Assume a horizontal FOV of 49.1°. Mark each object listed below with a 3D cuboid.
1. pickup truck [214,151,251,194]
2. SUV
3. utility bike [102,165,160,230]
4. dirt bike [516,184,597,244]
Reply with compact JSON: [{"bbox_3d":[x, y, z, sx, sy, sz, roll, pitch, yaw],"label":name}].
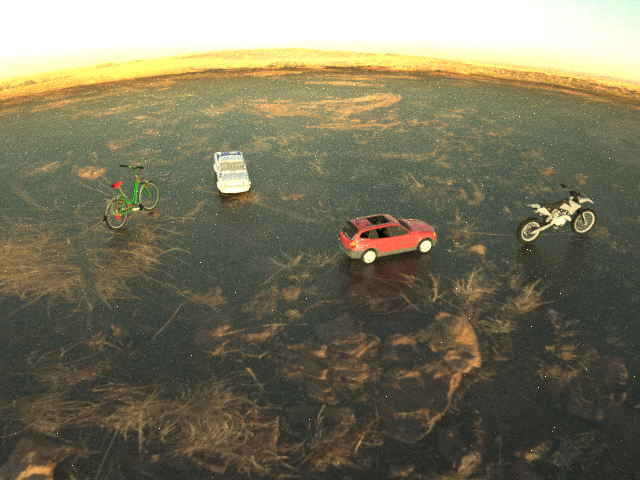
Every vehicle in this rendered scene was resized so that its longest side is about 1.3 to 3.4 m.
[{"bbox_3d":[-1.717,-1.377,13.550,0.640,0.511,1.603,-5,28,-10],"label":"pickup truck"},{"bbox_3d":[1.066,-0.094,10.968,1.572,0.580,0.656,-10,29,-19],"label":"SUV"},{"bbox_3d":[-3.259,-0.782,11.909,0.535,0.946,1.435,13,30,24],"label":"utility bike"},{"bbox_3d":[3.839,-0.397,11.255,1.493,0.857,0.527,-9,28,-16],"label":"dirt bike"}]
